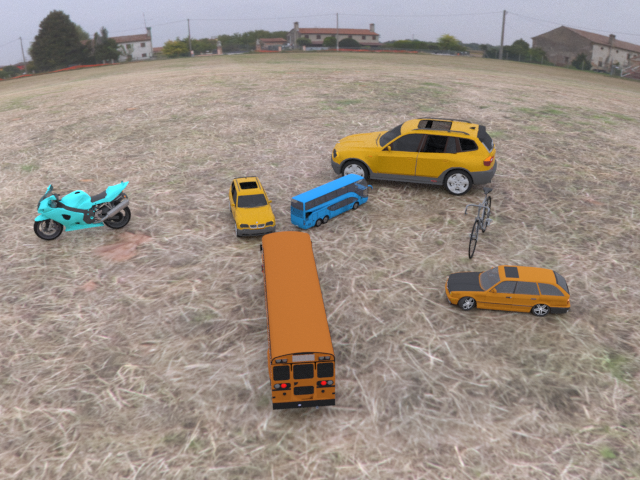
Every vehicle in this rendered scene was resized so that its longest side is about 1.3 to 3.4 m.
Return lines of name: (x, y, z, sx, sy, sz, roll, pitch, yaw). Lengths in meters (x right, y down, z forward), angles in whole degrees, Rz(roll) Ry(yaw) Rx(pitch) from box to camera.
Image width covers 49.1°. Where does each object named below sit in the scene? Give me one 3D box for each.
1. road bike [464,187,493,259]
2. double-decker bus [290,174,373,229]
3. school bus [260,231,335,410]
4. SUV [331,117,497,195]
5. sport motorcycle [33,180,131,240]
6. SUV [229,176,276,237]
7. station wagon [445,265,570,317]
road bike: (2.463, -0.323, 10.698, 0.358, 0.852, 1.545, 11, 29, 20)
double-decker bus: (0.197, -0.669, 11.714, 0.389, 0.541, 1.672, 23, 35, 38)
school bus: (-0.340, 0.757, 8.596, 0.709, 0.844, 3.322, -3, 27, -5)
SUV: (1.733, -1.649, 12.983, 3.058, 1.128, 1.276, 7, 28, 13)
sport motorcycle: (-3.736, -0.470, 11.018, 1.520, 0.821, 0.506, -11, 29, -21)
SUV: (-1.137, -0.572, 11.482, 0.656, 0.580, 1.572, -6, 28, -11)
station wagon: (2.470, 0.621, 9.269, 1.597, 0.473, 0.682, 4, 27, 8)
